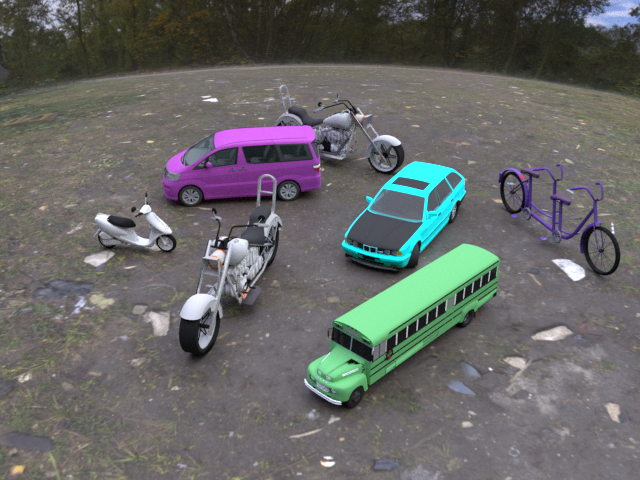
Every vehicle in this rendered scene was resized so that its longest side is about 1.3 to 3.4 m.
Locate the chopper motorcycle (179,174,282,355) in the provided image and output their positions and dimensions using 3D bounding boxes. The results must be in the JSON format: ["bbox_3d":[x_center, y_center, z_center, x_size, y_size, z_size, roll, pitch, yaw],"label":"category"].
[{"bbox_3d":[-1.209,0.264,9.857,0.906,1.480,3.040,8,29,15],"label":"chopper motorcycle"}]

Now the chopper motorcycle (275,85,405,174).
[{"bbox_3d":[0.362,-2.344,14.742,3.040,1.480,0.906,15,32,27],"label":"chopper motorcycle"}]

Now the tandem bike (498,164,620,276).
[{"bbox_3d":[3.908,-0.602,11.642,0.550,1.326,3.192,-10,30,-18],"label":"tandem bike"}]

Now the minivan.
[{"bbox_3d":[-1.501,-1.467,13.399,3.011,1.197,1.324,-4,28,-7],"label":"minivan"}]

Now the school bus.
[{"bbox_3d":[1.149,1.025,9.107,0.709,0.844,3.322,25,37,38],"label":"school bus"}]

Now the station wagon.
[{"bbox_3d":[1.495,-0.532,11.942,1.327,0.920,3.105,15,31,25],"label":"station wagon"}]

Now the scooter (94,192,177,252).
[{"bbox_3d":[-3.043,-0.248,11.412,1.399,0.919,0.662,4,28,7],"label":"scooter"}]
